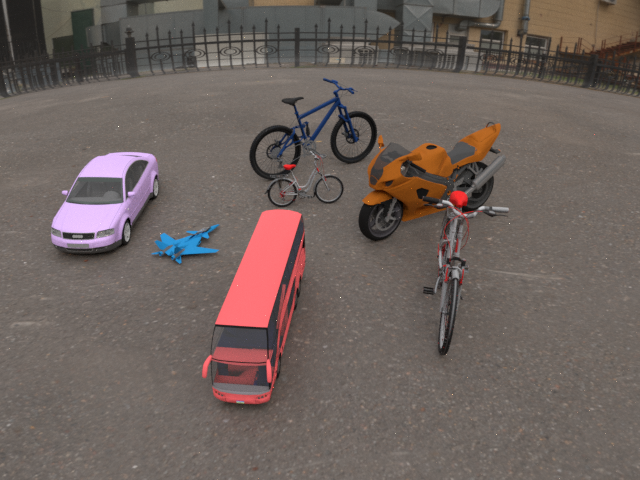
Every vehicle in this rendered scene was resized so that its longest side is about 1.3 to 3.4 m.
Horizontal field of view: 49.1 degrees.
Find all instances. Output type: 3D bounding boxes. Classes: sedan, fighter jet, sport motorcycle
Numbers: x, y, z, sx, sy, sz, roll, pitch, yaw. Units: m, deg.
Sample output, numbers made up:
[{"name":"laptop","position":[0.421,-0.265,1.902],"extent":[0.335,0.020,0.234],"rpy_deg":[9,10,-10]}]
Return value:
[{"name":"sedan","position":[-3.624,-0.804,11.971],"extent":[1.235,0.940,3.137],"rpy_deg":[1,28,2]},{"name":"fighter jet","position":[-2.046,-0.066,11.277],"extent":[1.147,0.286,1.358],"rpy_deg":[16,32,27]},{"name":"sport motorcycle","position":[1.859,-0.998,11.635],"extent":[2.955,1.596,0.983],"rpy_deg":[-17,33,-29]}]

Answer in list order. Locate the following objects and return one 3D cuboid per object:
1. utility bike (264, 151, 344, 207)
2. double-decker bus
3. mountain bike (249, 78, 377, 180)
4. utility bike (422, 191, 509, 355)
[{"name":"utility bike","position":[-0.290,-1.079,12.483],"extent":[1.435,0.946,0.535],"rpy_deg":[-5,28,-9]},{"name":"double-decker bus","position":[-0.714,0.750,8.926],"extent":[0.756,1.052,3.251],"rpy_deg":[3,28,6]},{"name":"mountain bike","position":[-0.078,-2.141,13.691],"extent":[2.857,1.688,1.114],"rpy_deg":[-15,31,-26]},{"name":"utility bike","position":[1.818,0.159,9.200],"extent":[1.039,1.839,2.791],"rpy_deg":[4,28,8]}]
